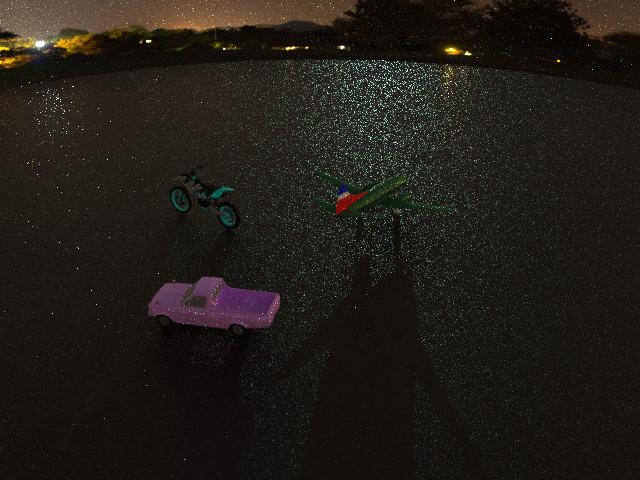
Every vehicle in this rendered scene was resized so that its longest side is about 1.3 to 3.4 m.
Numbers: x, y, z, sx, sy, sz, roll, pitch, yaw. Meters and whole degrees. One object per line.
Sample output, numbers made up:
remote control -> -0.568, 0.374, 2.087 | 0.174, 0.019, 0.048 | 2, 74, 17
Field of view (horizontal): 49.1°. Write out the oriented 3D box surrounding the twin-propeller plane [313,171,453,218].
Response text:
twin-propeller plane -> 0.879, -0.814, 11.490 | 2.663, 0.792, 2.129 | 19, 33, 32

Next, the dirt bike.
dirt bike -> -1.874, -0.691, 11.184 | 1.493, 0.857, 0.527 | 17, 32, 30

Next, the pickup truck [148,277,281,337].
pickup truck -> -1.317, 0.784, 8.736 | 1.603, 0.511, 0.640 | 5, 28, 10
